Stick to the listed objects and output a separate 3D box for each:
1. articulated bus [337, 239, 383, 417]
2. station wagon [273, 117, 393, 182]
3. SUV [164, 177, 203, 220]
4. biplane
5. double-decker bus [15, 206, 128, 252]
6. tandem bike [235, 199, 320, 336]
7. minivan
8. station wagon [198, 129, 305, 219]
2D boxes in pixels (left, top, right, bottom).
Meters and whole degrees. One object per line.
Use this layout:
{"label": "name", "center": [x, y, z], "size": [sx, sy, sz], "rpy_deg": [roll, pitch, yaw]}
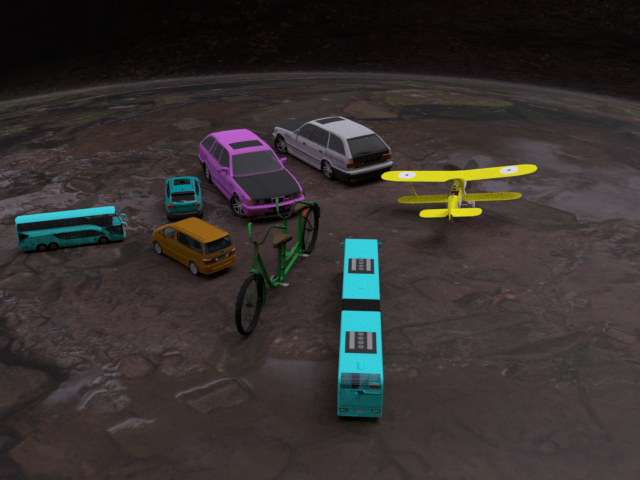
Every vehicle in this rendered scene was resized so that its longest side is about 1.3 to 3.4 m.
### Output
{"label": "articulated bus", "center": [0.515, 0.935, 8.824], "size": [0.605, 0.561, 3.401], "rpy_deg": [1, 26, 3]}
{"label": "station wagon", "center": [0.172, -2.066, 14.542], "size": [1.327, 0.920, 3.105], "rpy_deg": [-16, 30, -29]}
{"label": "SUV", "center": [-2.432, -0.843, 12.432], "size": [0.656, 0.580, 1.572], "rpy_deg": [-5, 27, -10]}
{"label": "biplane", "center": [2.255, -0.773, 11.834], "size": [2.598, 0.981, 2.120], "rpy_deg": [7, 27, 14]}
{"label": "double-decker bus", "center": [-3.921, -0.184, 11.132], "size": [1.672, 0.541, 0.389], "rpy_deg": [-7, 27, -15]}
{"label": "tandem bike", "center": [-0.509, 0.074, 9.714], "size": [0.550, 1.326, 3.192], "rpy_deg": [8, 27, 16]}
{"label": "minivan", "center": [-1.960, 0.014, 10.643], "size": [1.548, 0.616, 0.681], "rpy_deg": [24, 35, 39]}
{"label": "station wagon", "center": [-1.336, -1.330, 13.041], "size": [1.327, 0.920, 3.105], "rpy_deg": [-11, 28, -22]}
